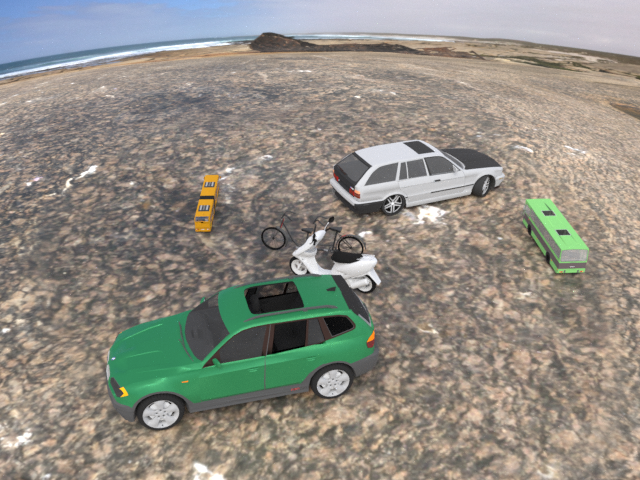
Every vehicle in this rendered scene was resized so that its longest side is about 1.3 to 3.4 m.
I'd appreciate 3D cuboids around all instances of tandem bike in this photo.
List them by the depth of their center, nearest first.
[{"bbox_3d":[-0.109,-0.072,10.547,1.642,0.682,0.283,7,30,12],"label":"tandem bike"}]

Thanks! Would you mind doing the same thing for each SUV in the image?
[{"bbox_3d":[-0.864,1.143,7.911,3.058,1.128,1.276,-7,30,-13],"label":"SUV"}]

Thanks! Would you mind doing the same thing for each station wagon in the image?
[{"bbox_3d":[1.774,-1.232,12.381,3.105,0.920,1.327,-12,31,-20],"label":"station wagon"}]

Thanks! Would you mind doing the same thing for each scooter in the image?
[{"bbox_3d":[0.191,0.235,9.753,1.399,0.919,0.662,13,32,22],"label":"scooter"}]

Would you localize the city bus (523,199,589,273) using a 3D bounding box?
[{"bbox_3d":[3.585,-0.069,10.769,0.476,0.460,1.674,-1,29,-3],"label":"city bus"}]

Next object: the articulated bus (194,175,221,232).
[{"bbox_3d":[-1.918,-0.653,11.992,0.311,0.289,1.749,-1,29,-2],"label":"articulated bus"}]
